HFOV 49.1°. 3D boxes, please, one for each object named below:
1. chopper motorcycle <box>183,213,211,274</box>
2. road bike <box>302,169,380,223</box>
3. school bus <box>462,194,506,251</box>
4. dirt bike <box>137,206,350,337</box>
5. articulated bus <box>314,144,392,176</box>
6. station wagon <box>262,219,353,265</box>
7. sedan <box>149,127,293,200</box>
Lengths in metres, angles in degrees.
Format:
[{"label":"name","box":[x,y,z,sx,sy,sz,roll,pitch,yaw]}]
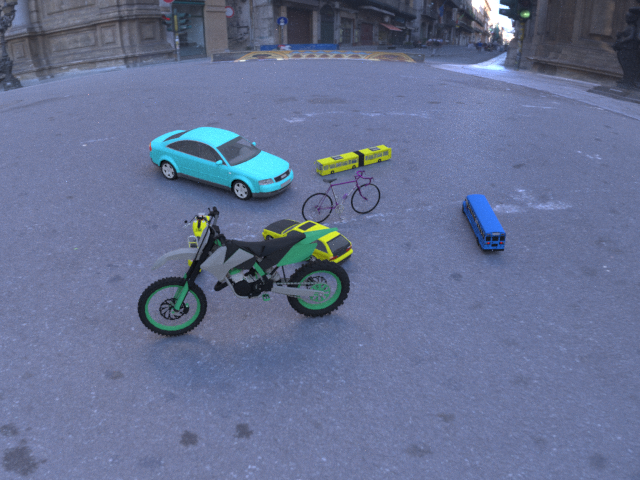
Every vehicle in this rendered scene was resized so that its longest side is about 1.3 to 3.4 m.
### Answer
[{"label":"chopper motorcycle","box":[-1.924,-0.074,11.233,0.466,0.761,1.563,-1,29,-1]},{"label":"road bike","box":[0.390,-0.758,12.362,1.545,0.852,0.358,-12,32,-21]},{"label":"school bus","box":[2.794,-0.349,12.059,0.365,0.434,1.708,-1,29,-2]},{"label":"dirt bike","box":[-0.991,0.467,9.344,2.903,1.666,1.024,-7,30,-12]},{"label":"articulated bus","box":[0.710,-1.670,14.564,1.749,0.289,0.311,-16,33,-27]},{"label":"station wagon","box":[-0.235,-0.037,11.462,1.597,0.473,0.682,23,36,34]},{"label":"sedan","box":[-1.974,-1.629,13.824,3.137,0.940,1.235,17,33,27]}]
